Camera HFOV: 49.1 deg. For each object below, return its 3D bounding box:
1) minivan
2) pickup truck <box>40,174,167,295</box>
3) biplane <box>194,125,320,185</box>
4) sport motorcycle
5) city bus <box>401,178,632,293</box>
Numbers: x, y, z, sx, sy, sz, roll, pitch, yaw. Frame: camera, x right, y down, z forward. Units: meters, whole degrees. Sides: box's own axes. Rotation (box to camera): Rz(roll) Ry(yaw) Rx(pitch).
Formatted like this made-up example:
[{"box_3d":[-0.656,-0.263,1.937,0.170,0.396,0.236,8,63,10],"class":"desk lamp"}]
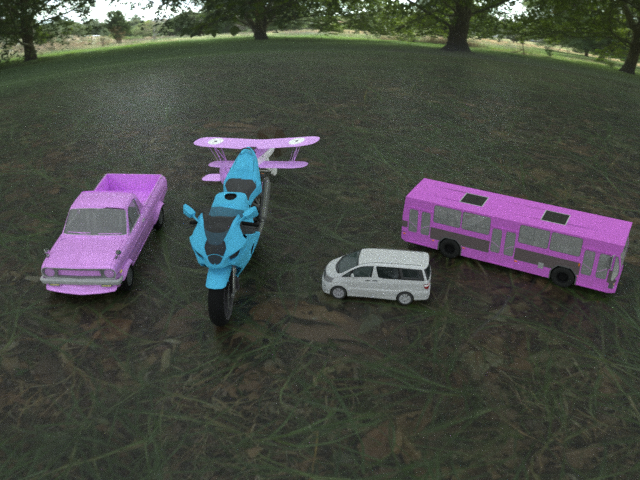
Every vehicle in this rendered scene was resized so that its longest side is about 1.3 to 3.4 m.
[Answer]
[{"box_3d":[0.801,0.474,9.967,1.548,0.616,0.681,4,30,8],"class":"minivan"},{"box_3d":[-3.267,-0.282,10.913,1.244,0.993,3.117,1,30,2],"class":"pickup truck"},{"box_3d":[-1.345,-1.470,13.010,2.598,0.981,2.120,12,32,19],"class":"biplane"},{"box_3d":[-1.230,-0.123,10.025,0.983,1.596,2.955,2,30,4],"class":"sport motorcycle"},{"box_3d":[2.907,-0.081,10.660,3.255,0.894,0.926,15,33,25],"class":"city bus"}]
